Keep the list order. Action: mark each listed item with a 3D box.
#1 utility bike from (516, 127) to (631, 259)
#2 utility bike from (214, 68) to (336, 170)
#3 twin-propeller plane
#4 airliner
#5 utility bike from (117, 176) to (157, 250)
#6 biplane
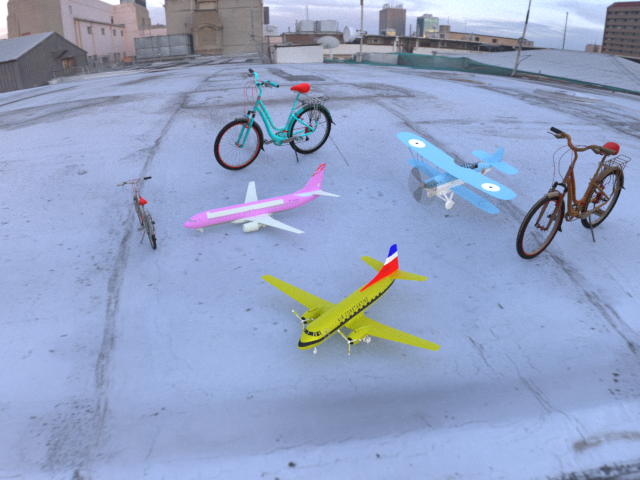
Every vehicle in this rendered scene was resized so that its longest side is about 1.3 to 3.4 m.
[{"bbox_3d":[3.963,-0.750,10.461,2.791,1.839,1.039,-20,34,-34],"label":"utility bike"},{"bbox_3d":[-0.776,-2.350,13.569,2.791,1.839,1.039,-17,32,-30],"label":"utility bike"},{"bbox_3d":[0.412,0.733,8.723,2.663,0.792,2.129,20,33,33],"label":"twin-propeller plane"},{"bbox_3d":[-1.006,-0.684,11.429,2.541,0.835,2.257,-12,30,-22],"label":"airliner"},{"bbox_3d":[-2.789,-0.448,10.849,0.535,0.946,1.435,-12,29,-21],"label":"utility bike"},{"bbox_3d":[2.500,-1.131,12.138,2.120,0.981,2.598,-19,33,-33],"label":"biplane"}]
